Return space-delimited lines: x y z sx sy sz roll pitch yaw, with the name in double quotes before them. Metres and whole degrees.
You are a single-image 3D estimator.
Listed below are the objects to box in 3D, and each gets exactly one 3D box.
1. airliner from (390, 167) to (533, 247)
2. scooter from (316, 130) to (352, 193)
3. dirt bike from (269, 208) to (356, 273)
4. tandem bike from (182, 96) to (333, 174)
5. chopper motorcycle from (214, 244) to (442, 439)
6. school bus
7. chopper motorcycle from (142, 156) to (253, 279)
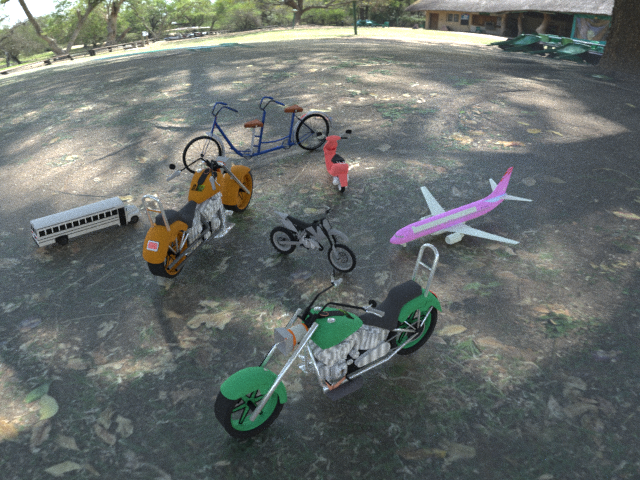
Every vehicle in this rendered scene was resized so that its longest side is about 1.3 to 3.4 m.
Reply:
"airliner" 2.152 -0.520 11.201 2.541 0.835 2.257 -18 35 -27
"scooter" 0.286 -1.499 12.758 0.662 0.919 1.399 -6 31 -10
"dirt bike" -0.118 -0.030 10.359 1.493 0.857 0.527 17 35 26
"tandem bike" -1.133 -2.103 13.374 3.192 1.326 0.550 -16 35 -25
"chopper motorcycle" 0.187 1.092 7.873 3.040 1.480 0.906 -20 36 -30
"school bus" -3.730 -0.318 11.254 1.708 0.434 0.365 -20 36 -30
"chopper motorcycle" -1.780 -0.611 10.724 0.906 1.480 3.040 11 32 17
